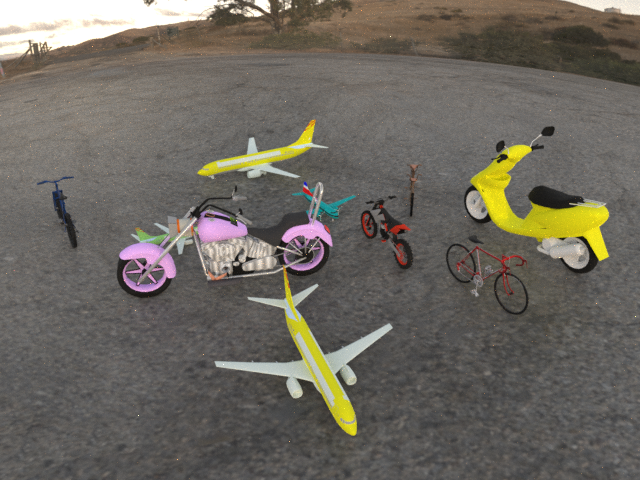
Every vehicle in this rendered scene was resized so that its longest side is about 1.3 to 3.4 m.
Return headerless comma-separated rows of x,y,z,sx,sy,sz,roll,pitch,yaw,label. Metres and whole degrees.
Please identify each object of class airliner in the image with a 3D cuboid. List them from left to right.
-2.293,-0.149,11.117,1.307,0.429,1.161,-16,33,-26,airliner
-1.173,-1.744,13.558,2.541,0.835,2.257,-14,32,-24,airliner
-0.067,1.239,8.215,2.257,0.835,2.541,-10,31,-17,airliner

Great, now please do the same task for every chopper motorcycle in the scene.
-1.319,-0.007,9.785,3.040,1.480,0.906,-6,30,-10,chopper motorcycle

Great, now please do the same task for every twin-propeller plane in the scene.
-0.002,-0.657,12.049,1.370,0.407,1.095,-18,34,-29,twin-propeller plane

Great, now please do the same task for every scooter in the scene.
3.265,-0.686,10.687,1.288,1.786,2.721,-19,34,-30,scooter

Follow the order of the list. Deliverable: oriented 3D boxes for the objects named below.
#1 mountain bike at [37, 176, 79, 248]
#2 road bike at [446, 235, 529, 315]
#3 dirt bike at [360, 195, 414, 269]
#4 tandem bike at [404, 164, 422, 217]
-4.128,-0.479,11.257,0.573,0.868,1.469,-15,32,-25,mountain bike
2.293,0.418,9.669,0.358,0.852,1.545,-18,34,-29,road bike
1.006,-0.185,10.743,0.527,0.857,1.493,-13,32,-23,dirt bike
1.646,-1.013,12.405,0.283,0.682,1.642,4,29,6,tandem bike
